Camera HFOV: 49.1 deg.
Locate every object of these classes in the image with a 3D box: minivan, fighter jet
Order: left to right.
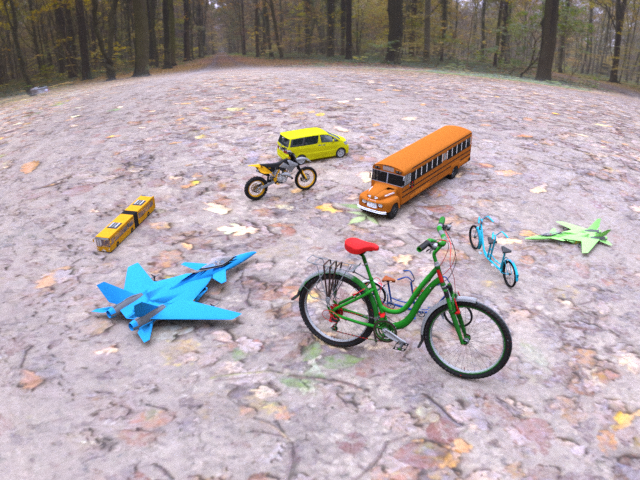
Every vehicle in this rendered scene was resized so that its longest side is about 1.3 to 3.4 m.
[{"bbox_3d":[-1.837,0.503,10.024,2.229,0.557,2.640,21,34,34],"label":"fighter jet"},{"bbox_3d":[-0.131,-2.050,14.905,1.548,0.616,0.681,-13,30,-24],"label":"minivan"},{"bbox_3d":[4.045,-0.118,11.521,1.358,0.286,1.147,-2,27,-3],"label":"fighter jet"}]

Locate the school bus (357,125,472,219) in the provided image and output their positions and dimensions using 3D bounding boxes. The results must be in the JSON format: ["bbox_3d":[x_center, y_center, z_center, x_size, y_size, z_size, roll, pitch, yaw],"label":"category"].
[{"bbox_3d":[1.854,-1.348,13.295,0.709,0.844,3.322,19,33,32],"label":"school bus"}]

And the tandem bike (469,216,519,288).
[{"bbox_3d":[2.628,0.111,10.647,0.283,0.682,1.642,-6,28,-12],"label":"tandem bike"}]

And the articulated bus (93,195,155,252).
[{"bbox_3d":[-3.278,-0.307,11.885,0.311,0.289,1.749,6,28,11],"label":"articulated bus"}]

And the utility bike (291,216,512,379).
[{"bbox_3d":[0.957,0.614,8.412,2.791,1.839,1.039,11,29,21],"label":"utility bike"}]

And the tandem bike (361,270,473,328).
[{"bbox_3d":[1.262,0.740,9.430,1.642,0.682,0.283,12,30,22],"label":"tandem bike"}]

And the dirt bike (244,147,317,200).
[{"bbox_3d":[-0.727,-1.241,13.074,1.493,0.857,0.527,-13,30,-24],"label":"dirt bike"}]
